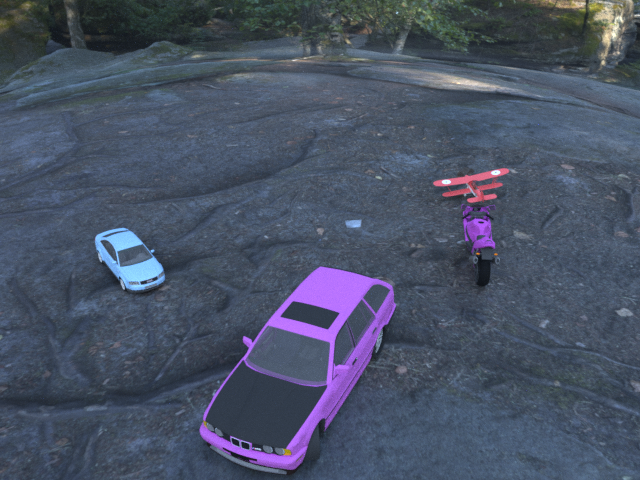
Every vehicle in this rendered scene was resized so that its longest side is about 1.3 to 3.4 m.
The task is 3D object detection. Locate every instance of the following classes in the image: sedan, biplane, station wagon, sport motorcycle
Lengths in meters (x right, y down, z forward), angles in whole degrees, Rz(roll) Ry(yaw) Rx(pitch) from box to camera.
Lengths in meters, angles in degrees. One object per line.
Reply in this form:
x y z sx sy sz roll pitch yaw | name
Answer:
-2.785 0.235 10.197 0.635 0.483 1.613 -18 33 -30 | sedan
2.679 -0.902 12.252 1.336 0.504 1.090 -3 29 -5 | biplane
-0.140 1.246 7.893 1.327 0.920 3.105 12 31 21 | station wagon
2.323 0.026 10.226 0.506 0.821 1.520 2 29 3 | sport motorcycle
